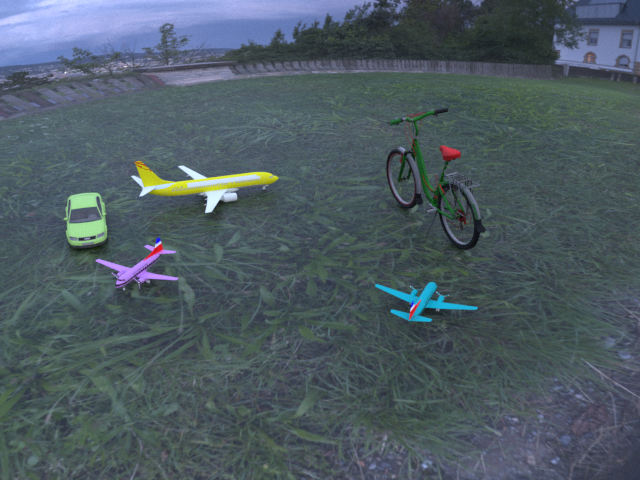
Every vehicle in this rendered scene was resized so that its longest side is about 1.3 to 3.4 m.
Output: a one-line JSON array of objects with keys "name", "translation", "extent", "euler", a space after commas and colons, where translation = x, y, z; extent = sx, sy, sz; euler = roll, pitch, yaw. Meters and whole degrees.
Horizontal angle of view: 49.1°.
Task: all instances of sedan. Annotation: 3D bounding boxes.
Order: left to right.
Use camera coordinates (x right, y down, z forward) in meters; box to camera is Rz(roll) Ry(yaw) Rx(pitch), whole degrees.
[{"name": "sedan", "translation": [-3.714, -0.373, 11.098], "extent": [0.635, 0.483, 1.613], "euler": [-8, 28, -16]}]

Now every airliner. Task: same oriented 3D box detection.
[{"name": "airliner", "translation": [-1.937, -1.127, 12.208], "extent": [2.541, 0.835, 2.257], "euler": [-10, 28, -19]}]

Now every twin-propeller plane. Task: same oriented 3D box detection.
[{"name": "twin-propeller plane", "translation": [-2.508, 0.340, 9.762], "extent": [1.370, 0.407, 1.095], "euler": [11, 29, 21]}, {"name": "twin-propeller plane", "translation": [1.316, 0.743, 8.960], "extent": [1.370, 0.407, 1.095], "euler": [12, 29, 22]}]

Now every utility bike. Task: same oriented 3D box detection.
[{"name": "utility bike", "translation": [1.650, -1.004, 10.843], "extent": [1.039, 1.839, 2.791], "euler": [-11, 29, -22]}]
